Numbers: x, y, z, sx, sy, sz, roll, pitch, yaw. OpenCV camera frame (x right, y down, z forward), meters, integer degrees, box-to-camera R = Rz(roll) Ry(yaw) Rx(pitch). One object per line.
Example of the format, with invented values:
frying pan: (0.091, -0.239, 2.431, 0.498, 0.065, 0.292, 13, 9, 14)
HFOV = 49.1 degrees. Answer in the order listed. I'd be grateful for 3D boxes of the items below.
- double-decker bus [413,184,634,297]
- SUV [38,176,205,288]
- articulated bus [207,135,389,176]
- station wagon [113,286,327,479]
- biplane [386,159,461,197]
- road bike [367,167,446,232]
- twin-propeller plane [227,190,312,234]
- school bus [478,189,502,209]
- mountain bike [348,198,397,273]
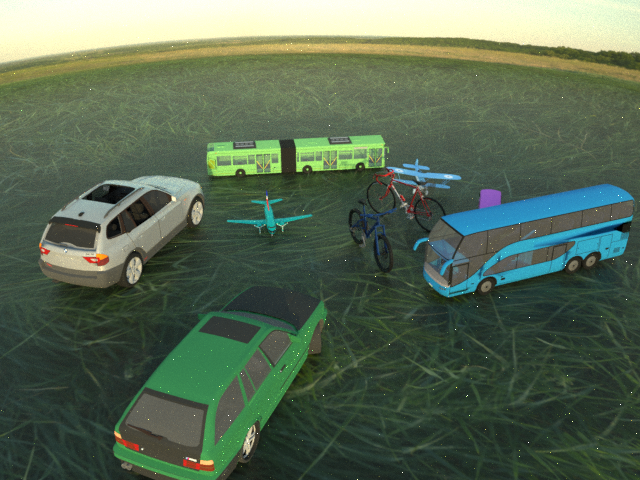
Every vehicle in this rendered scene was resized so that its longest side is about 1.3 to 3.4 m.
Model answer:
double-decker bus: (2.925, -0.002, 9.877, 3.251, 1.052, 0.756, -11, 31, -19)
SUV: (-2.855, -0.353, 10.438, 1.276, 1.128, 3.058, 9, 30, 16)
articulated bus: (-0.427, -1.605, 13.313, 3.401, 0.561, 0.605, -4, 29, -7)
station wagon: (-0.921, 1.299, 7.639, 1.327, 0.920, 3.105, 11, 30, 19)
biplane: (1.814, -1.125, 12.496, 1.336, 0.504, 1.090, -2, 29, -3)
road bike: (1.374, -0.655, 11.276, 1.545, 0.852, 0.358, 22, 36, 35)
twin-propeller plane: (-0.818, -0.425, 11.319, 1.370, 0.407, 1.095, -4, 29, -8)
school bus: (2.707, -0.383, 11.214, 0.365, 0.434, 1.708, 6, 29, 12)
mountain bike: (0.736, -0.142, 10.323, 0.573, 0.868, 1.469, -11, 30, -19)
